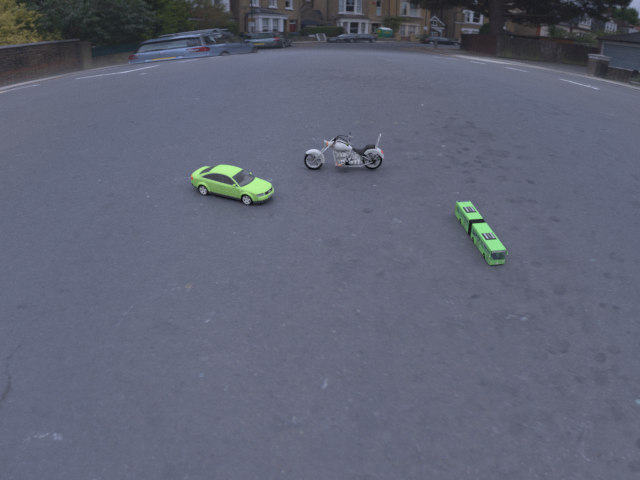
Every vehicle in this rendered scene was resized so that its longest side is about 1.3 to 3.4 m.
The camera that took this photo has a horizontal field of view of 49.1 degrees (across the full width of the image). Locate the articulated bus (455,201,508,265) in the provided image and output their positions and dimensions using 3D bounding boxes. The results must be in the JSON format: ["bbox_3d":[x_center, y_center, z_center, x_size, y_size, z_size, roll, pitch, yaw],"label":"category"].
[{"bbox_3d":[2.579,-0.145,11.364,0.311,0.289,1.749,-4,30,-7],"label":"articulated bus"}]

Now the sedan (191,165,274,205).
[{"bbox_3d":[-1.602,-1.061,12.784,1.613,0.483,0.635,14,32,23],"label":"sedan"}]

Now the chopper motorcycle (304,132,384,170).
[{"bbox_3d":[0.468,-1.731,13.688,1.563,0.761,0.466,1,30,3],"label":"chopper motorcycle"}]
